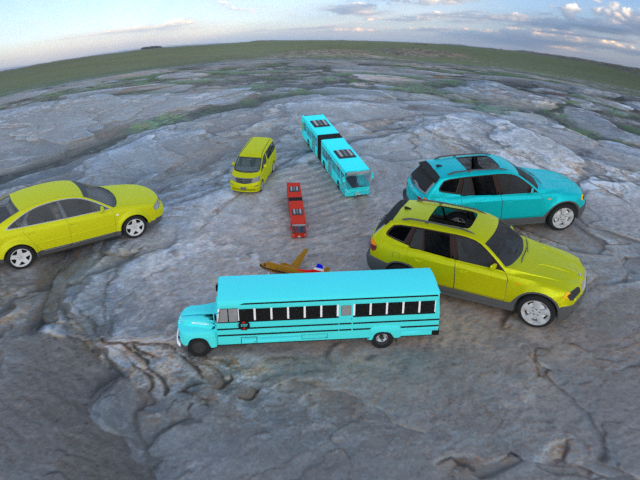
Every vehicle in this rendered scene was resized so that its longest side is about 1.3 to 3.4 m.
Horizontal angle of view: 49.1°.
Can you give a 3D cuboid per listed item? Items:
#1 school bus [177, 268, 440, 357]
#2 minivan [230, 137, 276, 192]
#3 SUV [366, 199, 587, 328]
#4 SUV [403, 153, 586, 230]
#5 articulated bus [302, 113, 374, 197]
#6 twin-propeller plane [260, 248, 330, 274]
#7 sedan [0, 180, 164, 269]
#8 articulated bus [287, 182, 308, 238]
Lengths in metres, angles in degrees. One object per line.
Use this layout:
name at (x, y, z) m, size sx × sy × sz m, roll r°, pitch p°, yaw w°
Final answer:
school bus at (-0.165, 0.890, 8.946) m, size 3.322 × 0.844 × 0.709 m, roll -2°, pitch 29°, yaw -4°
minivan at (-1.276, -1.453, 13.477) m, size 0.681 × 0.616 × 1.548 m, roll 5°, pitch 29°, yaw 9°
SUV at (2.184, 0.218, 9.881) m, size 3.058 × 1.128 × 1.276 m, roll 13°, pitch 31°, yaw 22°
SUV at (2.946, -0.836, 11.812) m, size 3.058 × 1.128 × 1.276 m, roll -5°, pitch 29°, yaw -9°
articulated bus at (0.258, -1.789, 14.149) m, size 0.605 × 0.561 × 3.401 m, roll -7°, pitch 29°, yaw -13°
twin-propeller plane at (-0.414, 0.424, 10.256) m, size 1.095 × 0.407 × 1.370 m, roll 13°, pitch 31°, yaw 23°
sedan at (-4.086, -0.427, 11.258) m, size 3.137 × 0.940 × 1.235 m, roll -17°, pitch 33°, yaw -29°
articulated bus at (-0.418, -0.552, 12.167) m, size 0.311 × 0.289 × 1.749 m, roll -2°, pitch 29°, yaw -4°
